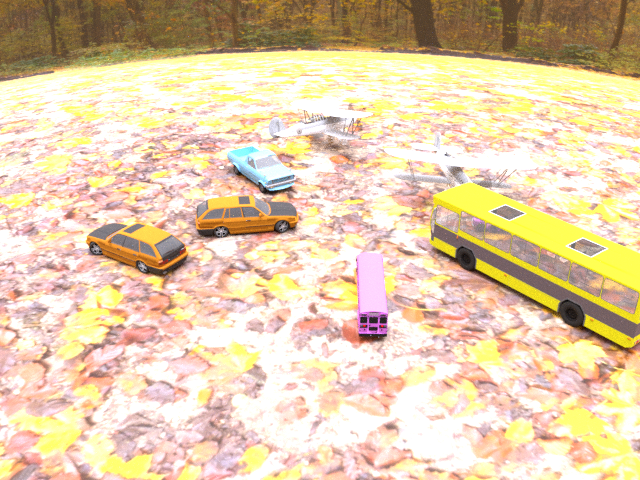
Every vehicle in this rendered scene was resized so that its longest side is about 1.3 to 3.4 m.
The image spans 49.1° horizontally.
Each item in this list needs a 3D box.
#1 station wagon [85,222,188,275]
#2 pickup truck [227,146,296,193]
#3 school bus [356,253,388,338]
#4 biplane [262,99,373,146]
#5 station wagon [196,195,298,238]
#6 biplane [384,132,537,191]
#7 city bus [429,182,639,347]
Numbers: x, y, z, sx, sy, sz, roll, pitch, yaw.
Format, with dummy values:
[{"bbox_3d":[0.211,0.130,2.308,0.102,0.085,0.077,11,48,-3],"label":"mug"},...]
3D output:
[{"bbox_3d":[-2.673,0.027,10.081,1.597,0.473,0.682,17,33,28],"label":"station wagon"},{"bbox_3d":[-1.075,-1.344,12.576,0.640,0.511,1.603,-17,33,-29],"label":"pickup truck"},{"bbox_3d":[0.654,0.629,9.010,0.365,0.434,1.708,1,28,1],"label":"school bus"},{"bbox_3d":[-0.088,-2.268,13.791,2.120,0.981,2.598,-17,33,-28],"label":"biplane"},{"bbox_3d":[-1.134,-0.415,10.898,1.597,0.473,0.682,-5,29,-8],"label":"station wagon"},{"bbox_3d":[2.273,-1.237,11.884,2.598,0.981,2.120,-4,29,-8],"label":"biplane"},{"bbox_3d":[2.893,0.245,9.236,0.926,0.894,3.255,-20,34,-33],"label":"city bus"}]
